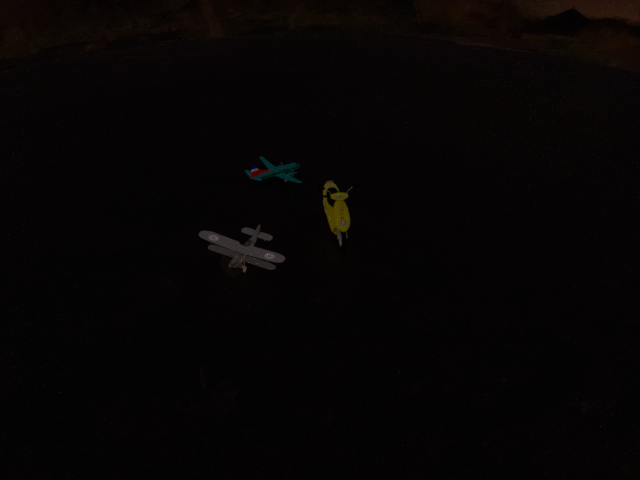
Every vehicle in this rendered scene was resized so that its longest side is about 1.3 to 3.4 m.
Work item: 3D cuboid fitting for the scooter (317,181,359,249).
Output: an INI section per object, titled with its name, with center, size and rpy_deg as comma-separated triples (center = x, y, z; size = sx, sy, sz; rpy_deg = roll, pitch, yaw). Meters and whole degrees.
[scooter]
center = 0.257, -0.548, 11.136
size = 0.662, 0.919, 1.399
rpy_deg = -5, 32, -8

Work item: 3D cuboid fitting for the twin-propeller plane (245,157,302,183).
[twin-propeller plane]
center = -0.817, -1.303, 12.875
size = 1.095, 0.407, 1.370
rpy_deg = -21, 37, -30

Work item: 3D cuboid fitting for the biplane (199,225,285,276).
[biplane]
center = -1.089, 0.135, 10.408
size = 1.336, 0.504, 1.090
rpy_deg = 10, 33, 16
